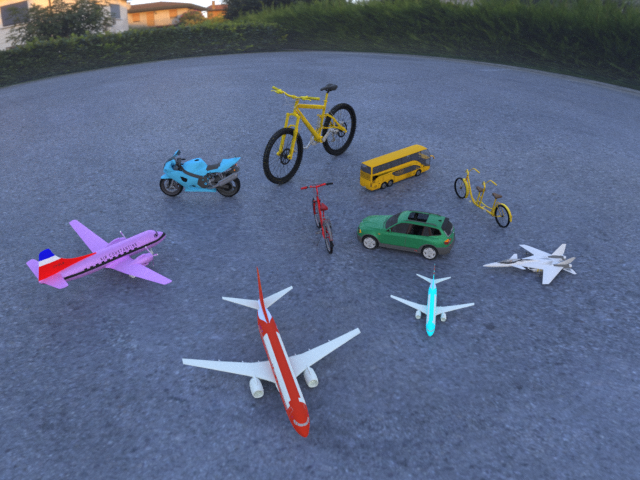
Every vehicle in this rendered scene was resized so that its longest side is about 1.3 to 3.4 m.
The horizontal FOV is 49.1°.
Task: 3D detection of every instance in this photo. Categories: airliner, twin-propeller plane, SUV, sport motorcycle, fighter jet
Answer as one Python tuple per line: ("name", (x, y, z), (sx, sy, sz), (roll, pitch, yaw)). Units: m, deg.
("airliner", (-0.500, 1.291, 8.414), (2.257, 0.835, 2.541), (-8, 31, -14))
("twin-propeller plane", (-3.197, 0.163, 10.431), (2.663, 0.792, 2.129), (25, 38, 37))
("SUV", (1.375, -0.155, 11.202), (1.572, 0.580, 0.656), (10, 31, 17))
("sport motorcycle", (-2.183, -1.170, 12.736), (1.520, 0.821, 0.506), (0, 30, 0))
("airliner", (1.545, 0.828, 9.633), (1.161, 0.429, 1.307), (5, 30, 8))
("fighter jet", (3.167, 0.302, 10.698), (1.358, 0.286, 1.147), (-2, 30, -3))

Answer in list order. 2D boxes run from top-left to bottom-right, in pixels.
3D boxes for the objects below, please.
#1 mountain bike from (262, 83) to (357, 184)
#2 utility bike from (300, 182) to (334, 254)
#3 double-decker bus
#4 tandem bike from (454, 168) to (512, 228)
("mountain bike", (-0.148, -2.188, 13.643), (1.114, 1.688, 2.857), (21, 36, 32))
("utility bike", (-0.013, -0.404, 11.269), (0.535, 0.946, 1.435), (-6, 30, -10))
("double-decker bus", (1.480, -1.409, 13.436), (1.672, 0.541, 0.389), (-22, 36, -33))
("tandem bike", (2.827, -0.785, 12.202), (0.283, 0.682, 1.642), (-13, 32, -21))
